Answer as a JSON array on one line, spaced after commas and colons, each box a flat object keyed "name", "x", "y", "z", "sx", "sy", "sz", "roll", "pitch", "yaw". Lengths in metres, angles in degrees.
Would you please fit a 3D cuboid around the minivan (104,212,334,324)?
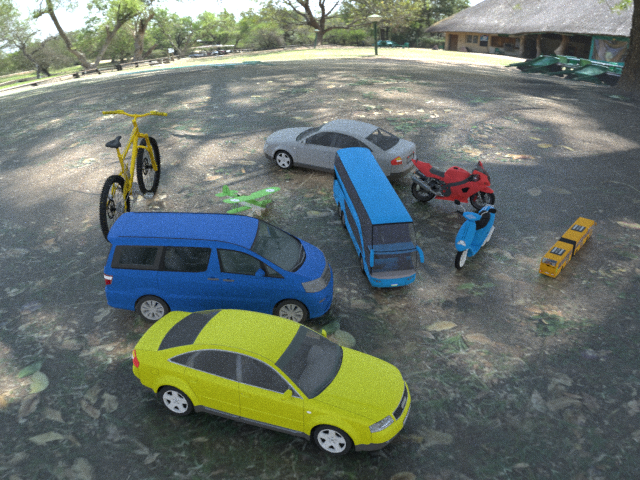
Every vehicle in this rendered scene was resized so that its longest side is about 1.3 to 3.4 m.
[{"name": "minivan", "x": -1.322, "y": 0.332, "z": 9.424, "sx": 3.011, "sy": 1.197, "sz": 1.324, "roll": 1, "pitch": 28, "yaw": 2}]

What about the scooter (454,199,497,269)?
[{"name": "scooter", "x": 2.381, "y": -0.193, "z": 10.699, "sx": 0.662, "sy": 0.919, "sz": 1.399, "roll": 17, "pitch": 32, "yaw": 28}]

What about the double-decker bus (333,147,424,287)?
[{"name": "double-decker bus", "x": 0.803, "y": -0.416, "z": 10.974, "sx": 0.756, "sy": 1.052, "sz": 3.251, "roll": -4, "pitch": 28, "yaw": -8}]

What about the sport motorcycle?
[{"name": "sport motorcycle", "x": 2.320, "y": -0.979, "z": 12.269, "sx": 1.520, "sy": 0.821, "sz": 0.506, "roll": 10, "pitch": 30, "yaw": 19}]

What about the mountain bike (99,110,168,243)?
[{"name": "mountain bike", "x": -3.153, "y": -1.167, "z": 11.702, "sx": 1.114, "sy": 1.688, "sz": 2.857, "roll": 2, "pitch": 28, "yaw": 4}]

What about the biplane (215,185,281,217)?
[{"name": "biplane", "x": -1.275, "y": -0.689, "z": 12.064, "sx": 1.090, "sy": 0.504, "sz": 1.336, "roll": 20, "pitch": 34, "yaw": 32}]

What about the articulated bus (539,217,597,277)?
[{"name": "articulated bus", "x": 3.840, "y": 0.091, "z": 10.835, "sx": 0.311, "sy": 0.289, "sz": 1.749, "roll": 19, "pitch": 34, "yaw": 31}]

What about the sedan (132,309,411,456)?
[{"name": "sedan", "x": -0.556, "y": 1.403, "z": 7.697, "sx": 3.137, "sy": 0.940, "sz": 1.235, "roll": 10, "pitch": 30, "yaw": 17}]

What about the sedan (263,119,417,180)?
[{"name": "sedan", "x": 0.345, "y": -1.855, "z": 13.779, "sx": 3.137, "sy": 0.940, "sz": 1.235, "roll": 13, "pitch": 31, "yaw": 23}]
